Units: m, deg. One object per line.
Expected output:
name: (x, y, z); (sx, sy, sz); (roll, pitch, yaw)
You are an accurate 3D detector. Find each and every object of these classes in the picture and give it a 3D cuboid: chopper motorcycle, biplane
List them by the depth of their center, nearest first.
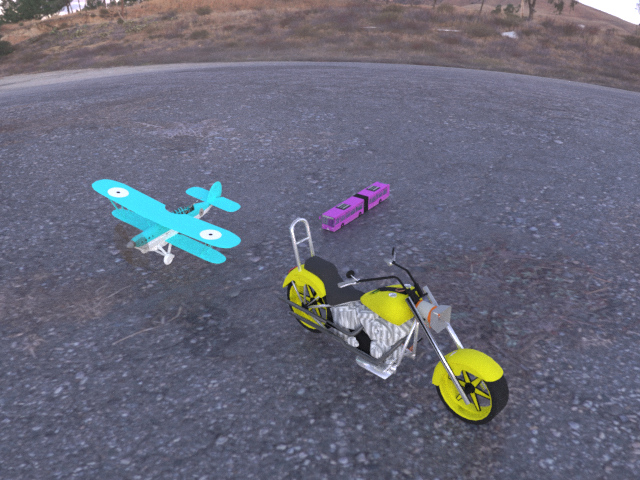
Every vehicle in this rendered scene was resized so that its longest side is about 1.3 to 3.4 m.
chopper motorcycle: (0.723, 0.837, 7.765); (3.040, 1.480, 0.906); (23, 35, 38)
biplane: (-2.095, -0.283, 10.474); (2.598, 0.981, 2.120); (15, 31, 27)

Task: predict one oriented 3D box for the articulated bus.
articulated bus: (0.621, -0.585, 11.810); (0.311, 0.289, 1.749); (18, 33, 31)
